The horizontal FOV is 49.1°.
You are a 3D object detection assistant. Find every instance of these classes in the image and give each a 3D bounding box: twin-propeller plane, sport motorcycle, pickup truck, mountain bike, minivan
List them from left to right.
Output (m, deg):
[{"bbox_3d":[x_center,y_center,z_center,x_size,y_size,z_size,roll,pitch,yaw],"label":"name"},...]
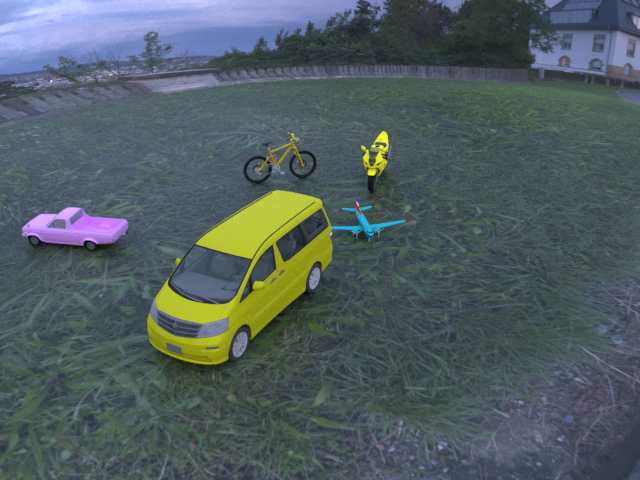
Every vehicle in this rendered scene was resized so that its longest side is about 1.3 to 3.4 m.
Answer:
[{"bbox_3d":[-3.891,-0.209,11.124,1.603,0.511,0.640,5,27,9],"label":"pickup truck"},{"bbox_3d":[-0.964,0.393,9.126,1.324,1.197,3.011,14,29,25],"label":"minivan"},{"bbox_3d":[-0.761,-1.546,13.435,1.469,0.868,0.573,-9,28,-18],"label":"mountain bike"},{"bbox_3d":[0.717,-0.330,11.487,1.370,0.407,1.095,-5,27,-10],"label":"twin-propeller plane"},{"bbox_3d":[1.100,-1.522,13.439,0.506,0.821,1.520,6,27,12],"label":"sport motorcycle"}]
